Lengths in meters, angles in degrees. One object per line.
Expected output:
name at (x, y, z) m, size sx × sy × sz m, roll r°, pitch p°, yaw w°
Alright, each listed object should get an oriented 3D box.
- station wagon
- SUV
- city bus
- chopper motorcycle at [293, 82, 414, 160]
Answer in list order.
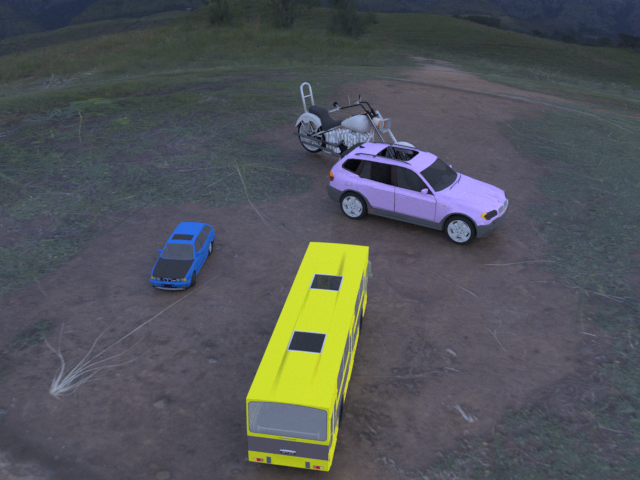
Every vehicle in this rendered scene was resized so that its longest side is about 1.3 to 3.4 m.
station wagon at (-2.022, 0.180, 10.366) m, size 0.682 × 0.473 × 1.597 m, roll 3°, pitch 27°, yaw 6°
SUV at (1.609, -0.883, 11.717) m, size 3.058 × 1.128 × 1.276 m, roll 14°, pitch 31°, yaw 26°
city bus at (-0.022, 1.167, 7.986) m, size 0.926 × 0.894 × 3.255 m, roll 5°, pitch 28°, yaw 9°
chopper motorcycle at (0.694, -2.122, 13.743) m, size 3.040 × 1.480 × 0.906 m, roll 22°, pitch 35°, yaw 36°
